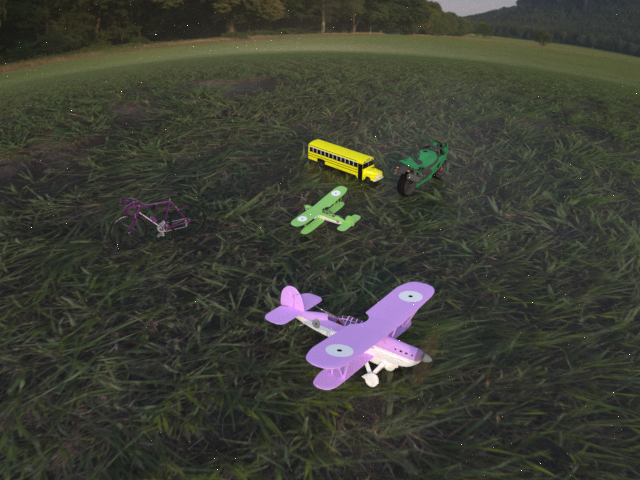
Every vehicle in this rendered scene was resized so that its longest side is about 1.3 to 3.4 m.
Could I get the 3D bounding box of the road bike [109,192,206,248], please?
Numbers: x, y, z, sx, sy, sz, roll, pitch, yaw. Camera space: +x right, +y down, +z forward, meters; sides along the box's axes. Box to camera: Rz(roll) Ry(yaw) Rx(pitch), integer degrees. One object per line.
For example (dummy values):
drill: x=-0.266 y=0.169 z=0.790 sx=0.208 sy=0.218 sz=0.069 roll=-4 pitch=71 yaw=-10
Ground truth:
road bike: x=-2.589 y=-0.336 z=11.156 sx=1.545 sy=0.852 sz=0.358 roll=-12 pitch=31 yaw=-20

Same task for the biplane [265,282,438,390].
biplane: x=0.404 y=1.094 z=8.480 sx=2.120 sy=0.981 sz=2.598 roll=18 pitch=34 yaw=29

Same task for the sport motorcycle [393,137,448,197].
sport motorcycle: x=1.918 y=-1.356 z=13.003 sx=0.506 sy=0.821 sz=1.520 roll=24 pitch=37 yaw=36

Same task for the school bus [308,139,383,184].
school bus: x=0.501 y=-1.548 z=13.740 sx=1.708 sy=0.434 sz=0.365 roll=24 pitch=37 yaw=36

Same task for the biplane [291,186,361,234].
biplane: x=0.123 y=-0.396 z=11.617 sx=1.090 sy=0.504 sz=1.336 roll=22 pitch=36 yaw=34
